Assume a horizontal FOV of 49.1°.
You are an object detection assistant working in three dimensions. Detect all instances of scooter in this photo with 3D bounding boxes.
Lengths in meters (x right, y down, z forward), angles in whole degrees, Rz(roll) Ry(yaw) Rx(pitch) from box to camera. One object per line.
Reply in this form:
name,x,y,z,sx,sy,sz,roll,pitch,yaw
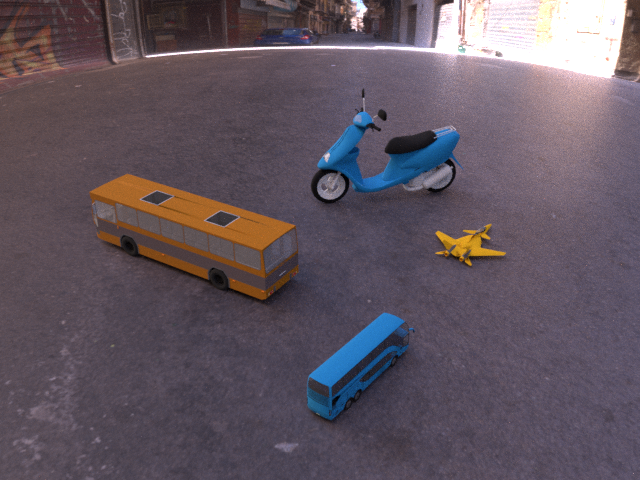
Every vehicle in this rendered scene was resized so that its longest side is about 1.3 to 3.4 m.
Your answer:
scooter,1.172,-1.541,11.859,2.721,1.786,1.288,-6,30,-11

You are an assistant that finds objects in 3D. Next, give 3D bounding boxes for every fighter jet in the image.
fighter jet,2.364,-0.062,10.781,1.147,0.286,1.358,20,35,31

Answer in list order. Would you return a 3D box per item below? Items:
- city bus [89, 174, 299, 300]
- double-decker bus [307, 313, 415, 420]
city bus,-1.879,-0.074,10.189,3.255,0.894,0.926,17,34,28
double-decker bus,0.484,1.384,7.994,0.389,0.541,1.672,21,36,32
